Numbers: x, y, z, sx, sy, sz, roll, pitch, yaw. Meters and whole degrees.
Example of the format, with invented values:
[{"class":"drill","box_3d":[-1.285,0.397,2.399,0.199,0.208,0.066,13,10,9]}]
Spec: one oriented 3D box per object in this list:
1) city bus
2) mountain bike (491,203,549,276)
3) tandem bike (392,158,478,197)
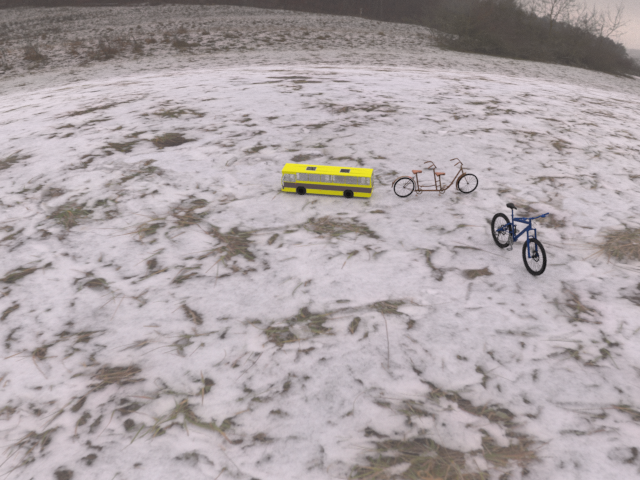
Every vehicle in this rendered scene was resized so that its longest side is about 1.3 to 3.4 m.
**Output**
[{"class":"city bus","box_3d":[0.142,-1.087,12.948,1.674,0.460,0.476,5,28,9]},{"class":"mountain bike","box_3d":[2.998,-0.089,10.581,0.573,0.868,1.469,-8,29,-16]},{"class":"tandem bike","box_3d":[2.113,-1.124,12.778,1.642,0.682,0.283,-4,28,-7]}]
